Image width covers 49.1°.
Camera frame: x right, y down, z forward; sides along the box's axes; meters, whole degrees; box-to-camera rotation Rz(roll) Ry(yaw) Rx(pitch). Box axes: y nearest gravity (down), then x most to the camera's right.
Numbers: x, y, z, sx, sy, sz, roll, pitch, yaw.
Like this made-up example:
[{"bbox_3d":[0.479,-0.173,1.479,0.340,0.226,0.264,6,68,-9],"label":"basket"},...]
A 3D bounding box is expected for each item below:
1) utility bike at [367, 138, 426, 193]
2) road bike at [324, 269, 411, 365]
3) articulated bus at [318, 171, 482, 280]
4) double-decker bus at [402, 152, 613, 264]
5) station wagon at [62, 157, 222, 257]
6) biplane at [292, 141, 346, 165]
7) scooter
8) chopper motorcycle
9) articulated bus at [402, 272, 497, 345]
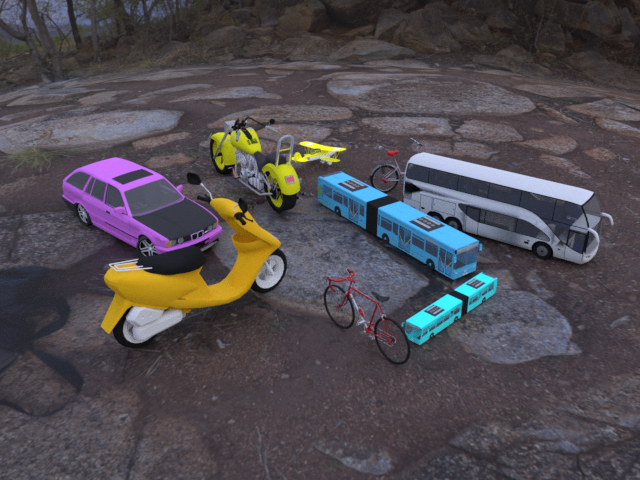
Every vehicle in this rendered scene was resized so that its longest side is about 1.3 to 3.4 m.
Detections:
[{"bbox_3d":[1.551,-1.352,12.735,1.435,0.946,0.535,-5,28,-10],"label":"utility bike"},{"bbox_3d":[0.542,0.902,8.482,0.358,0.852,1.545,-21,34,-34],"label":"road bike"},{"bbox_3d":[1.125,-0.318,11.156,0.605,0.561,3.401,-18,32,-31],"label":"articulated bus"},{"bbox_3d":[2.845,-0.526,11.023,3.251,1.052,0.756,18,33,31],"label":"double-decker bus"},{"bbox_3d":[-2.925,-0.592,11.294,3.105,0.920,1.327,23,35,37],"label":"station wagon"},{"bbox_3d":[-0.086,-1.686,13.861,1.090,0.504,1.336,-20,34,-34],"label":"biplane"},{"bbox_3d":[-1.502,0.225,8.774,2.721,1.786,1.288,-22,34,-36],"label":"scooter"},{"bbox_3d":[-1.255,-1.547,12.531,0.906,1.480,3.040,-16,32,-28],"label":"chopper motorcycle"},{"bbox_3d":[1.734,0.870,9.156,0.311,0.289,1.749,24,36,39],"label":"articulated bus"}]
